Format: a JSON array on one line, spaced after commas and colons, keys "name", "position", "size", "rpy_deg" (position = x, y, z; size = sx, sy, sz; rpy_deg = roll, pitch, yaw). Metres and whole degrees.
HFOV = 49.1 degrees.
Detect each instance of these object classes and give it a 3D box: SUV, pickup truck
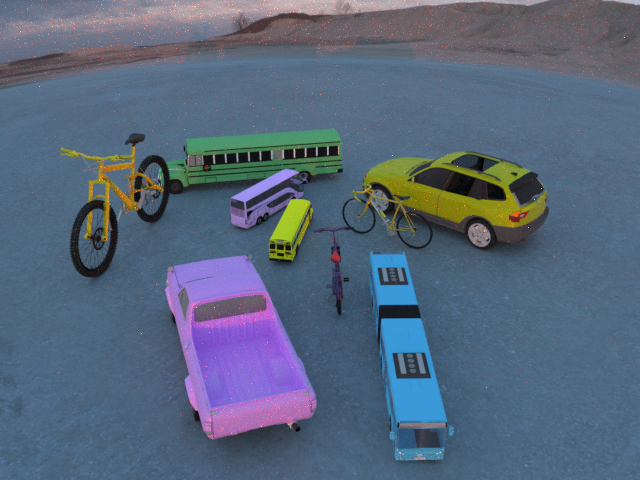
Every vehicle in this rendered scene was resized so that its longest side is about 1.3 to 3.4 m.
[{"name": "SUV", "position": [2.119, -0.840, 11.251], "size": [3.058, 1.128, 1.276], "rpy_deg": [23, 35, 36]}, {"name": "pickup truck", "position": [-1.011, 0.997, 7.935], "size": [1.244, 0.993, 3.117], "rpy_deg": [-9, 29, -16]}]

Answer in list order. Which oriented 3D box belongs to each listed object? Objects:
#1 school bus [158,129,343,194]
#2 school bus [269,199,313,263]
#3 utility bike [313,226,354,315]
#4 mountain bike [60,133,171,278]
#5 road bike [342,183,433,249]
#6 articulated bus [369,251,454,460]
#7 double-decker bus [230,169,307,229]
[{"name": "school bus", "position": [-1.271, -1.457, 12.717], "size": [3.322, 0.844, 0.709], "rpy_deg": [-6, 28, -10]}, {"name": "school bus", "position": [-0.418, -0.200, 10.785], "size": [0.365, 0.434, 1.708], "rpy_deg": [5, 28, 9]}, {"name": "utility bike", "position": [0.178, 0.329, 9.244], "size": [0.535, 0.946, 1.435], "rpy_deg": [0, 28, 0]}, {"name": "mountain bike", "position": [-2.915, -0.686, 10.364], "size": [1.114, 1.688, 2.857], "rpy_deg": [7, 29, 13]}, {"name": "road bike", "position": [1.010, -0.371, 10.662], "size": [1.545, 0.852, 0.358], "rpy_deg": [16, 32, 28]}, {"name": "articulated bus", "position": [0.932, 1.148, 8.110], "size": [0.605, 0.561, 3.401], "rpy_deg": [0, 28, -1]}, {"name": "double-decker bus", "position": [-0.841, -0.718, 11.647], "size": [0.389, 0.541, 1.672], "rpy_deg": [17, 33, 29]}]
